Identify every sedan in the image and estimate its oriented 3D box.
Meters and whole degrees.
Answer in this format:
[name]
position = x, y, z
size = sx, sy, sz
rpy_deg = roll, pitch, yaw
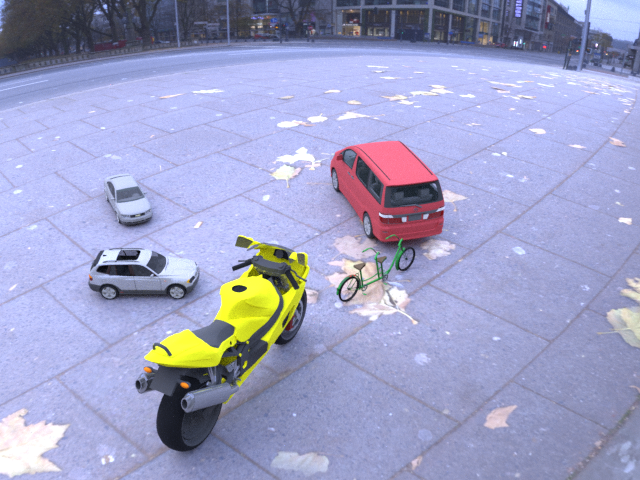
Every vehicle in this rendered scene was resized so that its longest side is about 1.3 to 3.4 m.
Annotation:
[sedan]
position = -3.412, -0.784, 12.380
size = 0.635, 0.483, 1.613
rpy_deg = -14, 33, -23

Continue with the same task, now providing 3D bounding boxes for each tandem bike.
[tandem bike]
position = 0.843, 0.376, 10.177
size = 1.642, 0.682, 0.283
rpy_deg = -24, 38, -35

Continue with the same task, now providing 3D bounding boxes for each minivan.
[minivan]
position = 1.078, -1.056, 12.137
size = 1.324, 1.197, 3.011
rpy_deg = -8, 31, -14

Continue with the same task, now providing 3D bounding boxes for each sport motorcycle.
[sport motorcycle]
position = -0.927, 1.079, 8.051
size = 0.983, 1.596, 2.955
rpy_deg = 15, 33, 24

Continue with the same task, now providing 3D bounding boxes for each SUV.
[SUV]
position = -2.551, 0.454, 10.145
size = 1.572, 0.580, 0.656
rpy_deg = 0, 30, 0
